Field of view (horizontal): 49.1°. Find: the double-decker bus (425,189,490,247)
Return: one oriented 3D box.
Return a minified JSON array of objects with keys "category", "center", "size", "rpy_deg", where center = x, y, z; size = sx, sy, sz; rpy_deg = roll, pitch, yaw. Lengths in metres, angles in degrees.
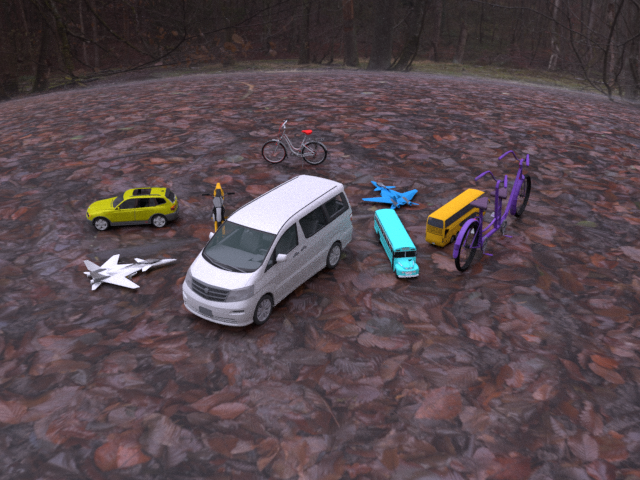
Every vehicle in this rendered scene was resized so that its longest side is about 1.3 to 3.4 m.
[{"category":"double-decker bus","center":[2.332,-0.407,11.815],"size":[0.389,0.541,1.672],"rpy_deg":[19,32,33]}]

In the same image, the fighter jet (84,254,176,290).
[{"category":"fighter jet","center":[-2.826,0.375,10.546],"size":[1.358,0.286,1.147],"rpy_deg":[-14,30,-25]}]

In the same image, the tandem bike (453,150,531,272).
[{"category":"tandem bike","center":[2.852,-0.568,11.263],"size":[0.550,1.326,3.192],"rpy_deg":[17,31,30]}]

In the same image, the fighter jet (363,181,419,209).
[{"category":"fighter jet","center":[1.275,-0.955,13.184],"size":[1.147,0.286,1.358],"rpy_deg":[-11,29,-21]}]

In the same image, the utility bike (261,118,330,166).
[{"category":"utility bike","center":[-0.518,-1.979,14.486],"size":[1.435,0.946,0.535],"rpy_deg":[2,27,4]}]

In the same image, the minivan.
[{"category":"minivan","center":[-0.693,0.079,10.120],"size":[1.324,1.197,3.011],"rpy_deg":[16,31,28]}]

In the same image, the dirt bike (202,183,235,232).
[{"category":"dirt bike","center":[-1.649,-0.445,11.540],"size":[0.527,0.857,1.493],"rpy_deg":[-3,27,-7]}]

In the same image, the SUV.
[{"category":"SUV","center":[-3.233,-0.572,12.098],"size":[1.572,0.580,0.656],"rpy_deg":[-3,27,-6]}]

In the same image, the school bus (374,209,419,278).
[{"category":"school bus","center":[1.199,0.046,11.034],"size":[0.365,0.434,1.708],"rpy_deg":[-4,27,-7]}]
